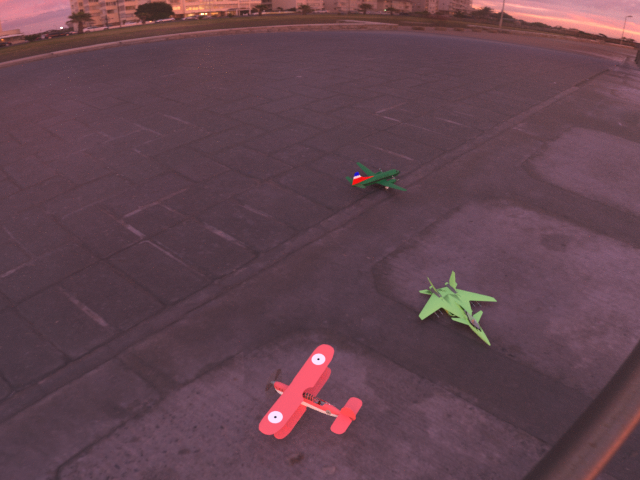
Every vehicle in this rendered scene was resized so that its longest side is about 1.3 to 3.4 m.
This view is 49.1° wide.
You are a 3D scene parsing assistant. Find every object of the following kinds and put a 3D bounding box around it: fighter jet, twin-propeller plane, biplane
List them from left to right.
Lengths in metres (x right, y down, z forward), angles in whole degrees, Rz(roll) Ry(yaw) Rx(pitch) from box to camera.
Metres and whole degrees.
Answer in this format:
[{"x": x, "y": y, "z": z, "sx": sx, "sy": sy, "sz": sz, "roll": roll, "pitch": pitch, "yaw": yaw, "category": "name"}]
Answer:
[{"x": -0.099, "y": 1.776, "z": 7.662, "sx": 1.090, "sy": 0.504, "sz": 1.336, "roll": 18, "pitch": 36, "yaw": 26, "category": "biplane"}, {"x": 1.009, "y": -1.139, "z": 12.455, "sx": 1.095, "sy": 0.407, "sz": 1.370, "roll": -20, "pitch": 37, "yaw": -29, "category": "twin-propeller plane"}, {"x": 1.893, "y": 0.910, "z": 9.264, "sx": 1.147, "sy": 0.286, "sz": 1.358, "roll": -11, "pitch": 34, "yaw": -17, "category": "fighter jet"}]
